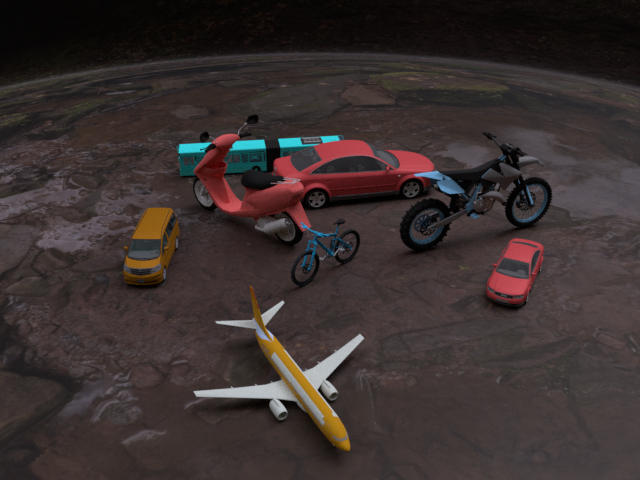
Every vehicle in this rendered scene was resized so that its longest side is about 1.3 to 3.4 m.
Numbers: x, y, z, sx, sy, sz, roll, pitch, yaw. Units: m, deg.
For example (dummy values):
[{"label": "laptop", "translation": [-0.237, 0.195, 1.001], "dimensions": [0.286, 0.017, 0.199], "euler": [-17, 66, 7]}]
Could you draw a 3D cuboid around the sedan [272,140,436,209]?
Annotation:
[{"label": "sedan", "translation": [0.667, -1.330, 13.054], "dimensions": [3.137, 0.940, 1.235], "euler": [-6, 30, -11]}]

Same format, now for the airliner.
[{"label": "airliner", "translation": [-0.309, 1.463, 8.198], "dimensions": [2.257, 0.835, 2.541], "euler": [-15, 33, -25]}]

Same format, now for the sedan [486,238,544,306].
[{"label": "sedan", "translation": [2.923, 0.417, 10.415], "dimensions": [0.635, 0.483, 1.613], "euler": [14, 32, 23]}]

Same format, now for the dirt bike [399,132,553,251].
[{"label": "dirt bike", "translation": [2.599, -0.766, 11.310], "dimensions": [2.903, 1.666, 1.024], "euler": [-12, 31, -20]}]

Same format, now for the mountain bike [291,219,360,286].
[{"label": "mountain bike", "translation": [0.103, 0.123, 10.544], "dimensions": [0.573, 0.868, 1.469], "euler": [26, 38, 38]}]

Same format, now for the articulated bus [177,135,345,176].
[{"label": "articulated bus", "translation": [-1.150, -1.702, 14.099], "dimensions": [3.401, 0.561, 0.605], "euler": [-4, 30, -8]}]

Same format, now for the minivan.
[{"label": "minivan", "translation": [-2.613, 0.083, 10.873], "dimensions": [0.681, 0.616, 1.548], "euler": [1, 29, 1]}]

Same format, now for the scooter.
[{"label": "scooter", "translation": [-1.235, -1.015, 11.631], "dimensions": [2.721, 1.786, 1.288], "euler": [23, 36, 34]}]
